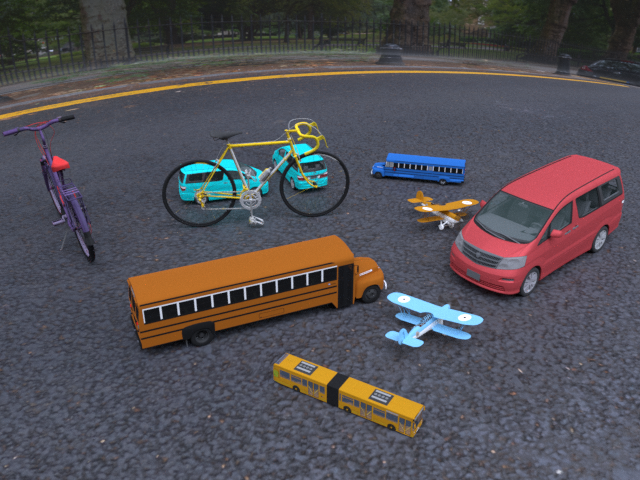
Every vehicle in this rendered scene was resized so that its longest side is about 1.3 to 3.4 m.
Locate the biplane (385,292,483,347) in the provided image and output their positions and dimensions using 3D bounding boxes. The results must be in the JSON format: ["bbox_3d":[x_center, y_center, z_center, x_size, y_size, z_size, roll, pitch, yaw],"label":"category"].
[{"bbox_3d":[1.268,1.012,8.507,1.336,0.504,1.090,24,37,37],"label":"biplane"}]

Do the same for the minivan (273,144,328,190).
[{"bbox_3d":[-0.394,-1.430,12.886,0.681,0.616,1.548,-11,30,-19],"label":"minivan"}]

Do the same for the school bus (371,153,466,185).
[{"bbox_3d":[1.800,-1.312,12.858,1.708,0.434,0.365,7,29,12],"label":"school bus"}]

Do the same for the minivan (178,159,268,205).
[{"bbox_3d":[-1.679,-1.056,12.197,1.548,0.616,0.681,-7,29,-13],"label":"minivan"}]

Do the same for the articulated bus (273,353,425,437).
[{"bbox_3d":[0.281,1.653,7.554,1.749,0.289,0.311,16,32,27],"label":"articulated bus"}]

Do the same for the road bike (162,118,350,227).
[{"bbox_3d":[-0.987,-1.027,11.055,3.004,1.656,0.697,-5,29,-10],"label":"road bike"}]

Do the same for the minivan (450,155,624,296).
[{"bbox_3d":[3.195,-0.278,10.156,3.011,1.197,1.324,-23,36,-35],"label":"minivan"}]

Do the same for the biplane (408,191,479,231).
[{"bbox_3d":[1.925,-0.488,11.268,1.336,0.504,1.090,-19,34,-30],"label":"biplane"}]

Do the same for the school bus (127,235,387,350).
[{"bbox_3d":[-0.704,0.601,8.908,3.322,0.844,0.709,-12,31,-21],"label":"school bus"}]

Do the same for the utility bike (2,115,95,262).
[{"bbox_3d":[-3.960,-0.813,10.468,1.039,1.839,2.791,-16,32,-27],"label":"utility bike"}]
